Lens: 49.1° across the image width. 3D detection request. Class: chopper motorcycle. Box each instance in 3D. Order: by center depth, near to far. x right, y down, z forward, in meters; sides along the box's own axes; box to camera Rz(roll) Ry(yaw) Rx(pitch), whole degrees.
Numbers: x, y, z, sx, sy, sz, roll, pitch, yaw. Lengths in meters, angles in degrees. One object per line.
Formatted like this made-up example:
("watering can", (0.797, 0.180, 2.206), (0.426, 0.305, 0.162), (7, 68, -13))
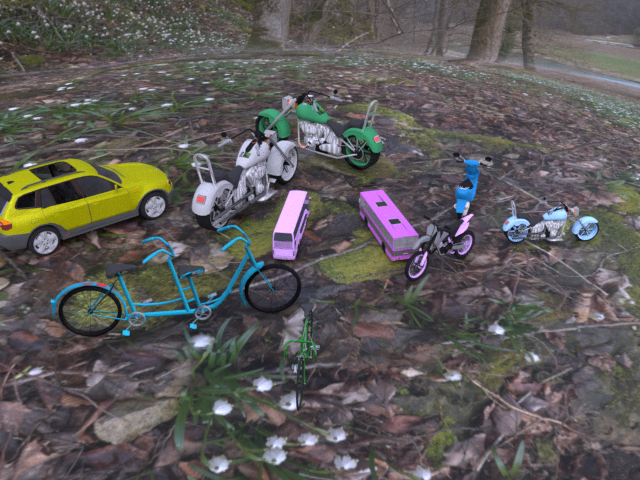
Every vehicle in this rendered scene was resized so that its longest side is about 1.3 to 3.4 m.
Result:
("chopper motorcycle", (3.672, -0.305, 11.064), (1.563, 0.761, 0.466), (-3, 30, -5))
("chopper motorcycle", (-1.197, -1.257, 12.020), (0.906, 1.480, 3.040), (14, 32, 23))
("chopper motorcycle", (-0.082, -2.316, 13.900), (3.040, 1.480, 0.906), (20, 35, 32))

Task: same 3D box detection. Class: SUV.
("SUV", (-3.919, -0.746, 11.471), (3.058, 1.128, 1.276), (-23, 37, -35))

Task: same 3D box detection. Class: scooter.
("scooter", (2.562, -0.986, 12.111), (0.662, 0.919, 1.399), (10, 31, 17))

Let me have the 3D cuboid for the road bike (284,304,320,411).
("road bike", (-0.177, 1.263, 8.187), (0.358, 0.852, 1.545), (3, 30, 5))

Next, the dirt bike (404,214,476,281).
("dirt bike", (1.806, 0.055, 10.326), (1.493, 0.857, 0.527), (-22, 36, -33))

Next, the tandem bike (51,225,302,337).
("tandem bike", (-1.807, 0.544, 8.981), (3.192, 1.326, 0.550), (-6, 30, -11))

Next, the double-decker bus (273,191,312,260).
("double-decker bus", (-0.442, -0.280, 11.243), (0.389, 0.541, 1.672), (4, 30, 7))

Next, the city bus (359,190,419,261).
("city bus", (1.080, -0.241, 11.255), (0.476, 0.460, 1.674), (-7, 30, -13))
